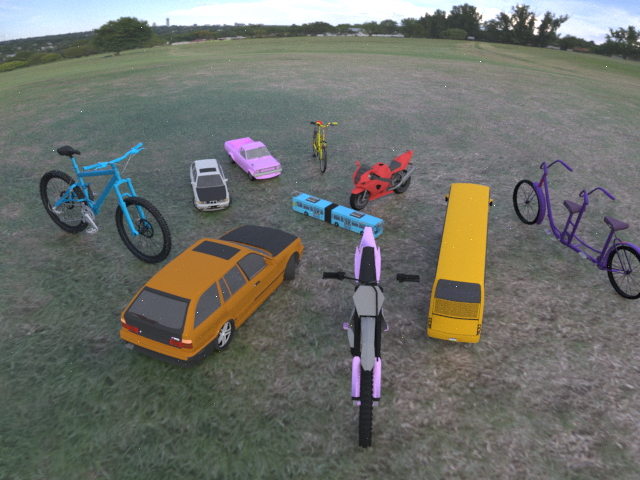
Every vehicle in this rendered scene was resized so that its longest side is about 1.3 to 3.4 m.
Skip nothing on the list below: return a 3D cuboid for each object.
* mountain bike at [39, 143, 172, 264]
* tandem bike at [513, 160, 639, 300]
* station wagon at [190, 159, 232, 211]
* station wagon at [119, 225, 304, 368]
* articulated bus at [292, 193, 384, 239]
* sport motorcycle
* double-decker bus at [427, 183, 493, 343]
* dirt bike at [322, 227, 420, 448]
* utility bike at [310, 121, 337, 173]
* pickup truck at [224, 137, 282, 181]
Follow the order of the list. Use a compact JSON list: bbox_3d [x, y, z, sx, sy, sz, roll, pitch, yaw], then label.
[{"bbox_3d":[-3.413,-0.637,10.806,2.857,1.688,1.114,18,34,28],"label":"mountain bike"},{"bbox_3d":[3.894,-0.306,10.589,0.550,1.326,3.192,-11,31,-18],"label":"tandem bike"},{"bbox_3d":[-2.025,-1.048,12.766,0.682,0.473,1.597,-7,30,-12],"label":"station wagon"},{"bbox_3d":[-1.347,0.490,9.594,1.327,0.920,3.105,14,32,23],"label":"station wagon"},{"bbox_3d":[0.284,-0.424,11.850,1.749,0.289,0.311,20,35,32],"label":"articulated bus"},{"bbox_3d":[1.099,-1.068,12.449,1.520,0.821,0.506,-23,37,-35],"label":"sport motorcycle"},{"bbox_3d":[2.044,0.174,10.020,0.756,1.052,3.251,7,30,12],"label":"double-decker bus"},{"bbox_3d":[0.557,0.918,8.080,1.024,1.666,2.903,2,30,3],"label":"dirt bike"},{"bbox_3d":[0.045,-1.968,13.913,0.535,0.946,1.435,-5,30,-8],"label":"utility bike"},{"bbox_3d":[-1.342,-1.669,13.826,0.640,0.511,1.603,-15,33,-24],"label":"pickup truck"}]
